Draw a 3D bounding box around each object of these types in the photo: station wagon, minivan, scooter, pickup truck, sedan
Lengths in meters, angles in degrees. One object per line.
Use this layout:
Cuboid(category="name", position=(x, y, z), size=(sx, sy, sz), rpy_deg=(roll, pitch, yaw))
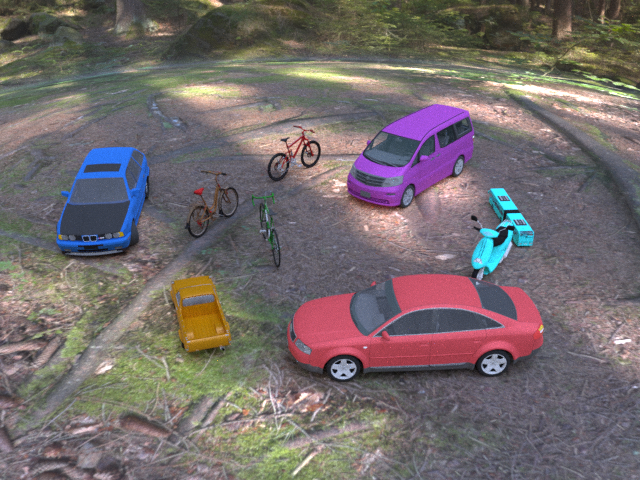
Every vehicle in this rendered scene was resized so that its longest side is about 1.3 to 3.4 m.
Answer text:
Cuboid(category="station wagon", position=(-3.661, -0.788, 11.955), size=(1.327, 0.920, 3.105), rpy_deg=(-3, 28, -5))
Cuboid(category="minivan", position=(1.755, -1.633, 13.231), size=(1.324, 1.197, 3.011), rpy_deg=(21, 35, 34))
Cuboid(category="scooter", position=(2.567, 0.061, 10.382), size=(0.662, 0.919, 1.399), rpy_deg=(18, 33, 29))
Cuboid(category="pickup truck", position=(-1.595, 0.915, 9.231), size=(0.640, 0.511, 1.603), rpy_deg=(-8, 29, -15))
Cuboid(category="sedan", position=(1.158, 0.990, 8.639), size=(3.137, 0.940, 1.235), rpy_deg=(-2, 28, -3))

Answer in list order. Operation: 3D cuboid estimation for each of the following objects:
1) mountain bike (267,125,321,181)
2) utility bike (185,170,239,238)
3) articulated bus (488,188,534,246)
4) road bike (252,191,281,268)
Cuboid(category="mountain bike", position=(-0.488, -1.704, 13.709), size=(0.573, 0.868, 1.469), rpy_deg=(23, 36, 36))
Cuboid(category="utility bike", position=(-1.847, -0.661, 11.692), size=(0.535, 0.946, 1.435), rpy_deg=(15, 32, 26))
Cuboid(category="articulated bus", position=(3.234, -0.412, 11.923), size=(0.311, 0.289, 1.749), rpy_deg=(-2, 28, -3))
Cuboid(category="road bike", position=(-0.795, -0.207, 10.950), size=(0.358, 0.852, 1.545), rpy_deg=(-7, 29, -13))
